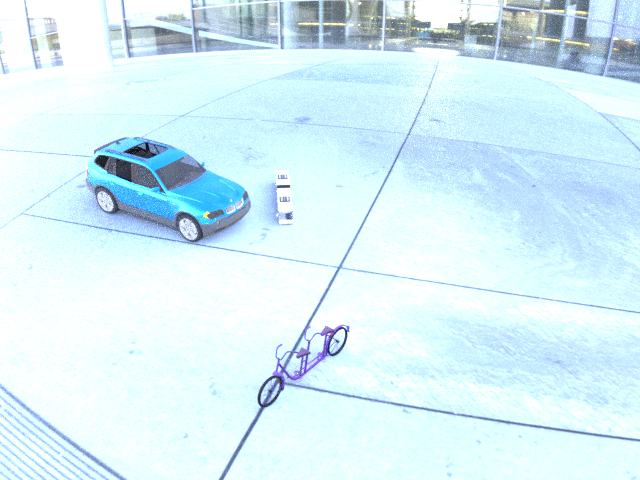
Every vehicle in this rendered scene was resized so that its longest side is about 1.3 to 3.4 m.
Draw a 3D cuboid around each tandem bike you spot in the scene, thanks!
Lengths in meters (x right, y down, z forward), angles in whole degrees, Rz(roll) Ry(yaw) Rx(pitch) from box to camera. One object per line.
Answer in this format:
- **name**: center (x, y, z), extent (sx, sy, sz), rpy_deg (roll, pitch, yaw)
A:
- **tandem bike**: center (-0.161, 1.369, 8.311), extent (0.283, 0.682, 1.642), rpy_deg (23, 37, 34)

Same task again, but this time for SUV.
- **SUV**: center (-2.635, -0.961, 11.943), extent (3.058, 1.128, 1.276), rpy_deg (17, 34, 27)

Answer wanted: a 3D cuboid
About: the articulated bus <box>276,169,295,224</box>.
- **articulated bus**: center (-0.645, -0.795, 12.498), extent (0.311, 0.289, 1.749), rpy_deg (-2, 30, -4)
